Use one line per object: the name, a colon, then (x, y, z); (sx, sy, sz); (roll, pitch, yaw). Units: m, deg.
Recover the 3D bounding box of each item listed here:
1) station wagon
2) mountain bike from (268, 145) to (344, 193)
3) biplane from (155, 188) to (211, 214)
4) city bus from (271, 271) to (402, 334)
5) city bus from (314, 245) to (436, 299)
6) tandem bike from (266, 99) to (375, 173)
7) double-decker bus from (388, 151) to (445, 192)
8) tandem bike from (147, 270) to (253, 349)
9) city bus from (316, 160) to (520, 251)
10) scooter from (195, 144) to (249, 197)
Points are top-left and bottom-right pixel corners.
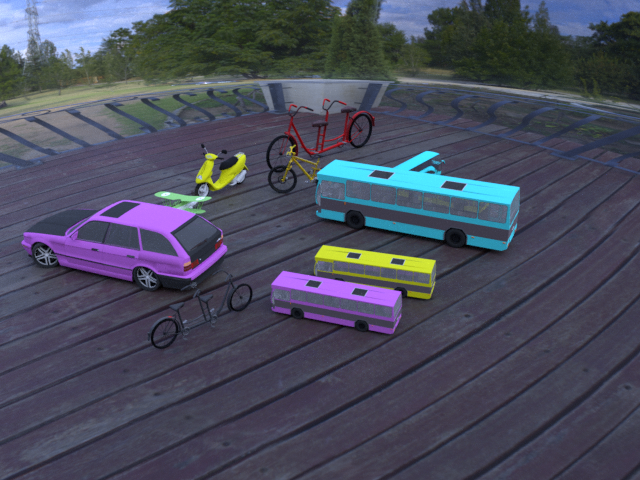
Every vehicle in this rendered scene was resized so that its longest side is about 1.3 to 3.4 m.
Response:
station wagon: (-2.982, -0.057, 10.457); (3.105, 0.920, 1.327); (10, 27, 20)
mountain bike: (-0.252, -1.257, 13.027); (1.469, 0.868, 0.573); (3, 26, 6)
biplane: (-2.472, -0.568, 12.008); (1.336, 0.504, 1.090); (18, 31, 33)
city bus: (0.205, 0.824, 9.147); (1.674, 0.460, 0.476); (9, 27, 18)
city bus: (0.772, 0.465, 9.899); (1.674, 0.460, 0.476); (8, 27, 15)
tandem bike: (0.085, -2.337, 14.755); (3.192, 1.326, 0.550); (-23, 34, -39)
double-decker bus: (1.835, -1.281, 13.456); (0.389, 0.541, 1.672); (18, 31, 33)
tandem bike: (-1.489, 0.835, 8.869); (0.283, 0.682, 1.642); (23, 34, 39)
city bus: (1.562, -0.577, 11.573); (3.255, 0.894, 0.926); (11, 28, 22)
scooter: (-1.858, -1.352, 13.166); (0.662, 0.919, 1.399); (18, 31, 33)
